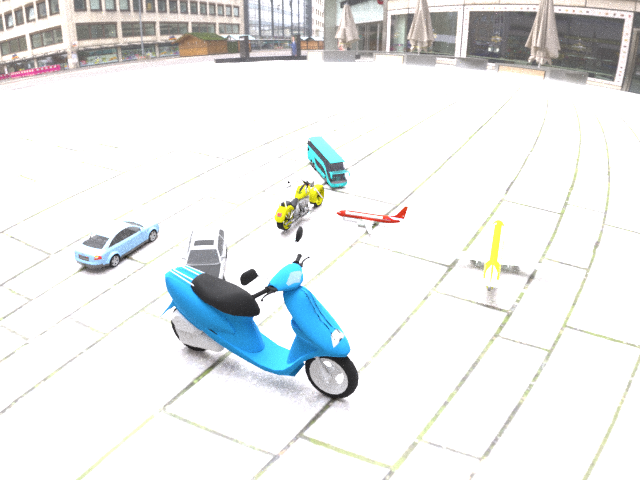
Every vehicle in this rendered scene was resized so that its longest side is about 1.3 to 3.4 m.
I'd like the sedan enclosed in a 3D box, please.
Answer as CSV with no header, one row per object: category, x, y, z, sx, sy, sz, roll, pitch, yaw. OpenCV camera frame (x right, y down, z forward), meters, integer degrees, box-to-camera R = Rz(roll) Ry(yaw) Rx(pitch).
sedan,-3.217,-0.050,11.192,0.635,0.483,1.613,13,31,23

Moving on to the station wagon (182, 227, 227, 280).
station wagon,-1.744,0.262,10.615,0.682,0.473,1.597,-2,28,-4

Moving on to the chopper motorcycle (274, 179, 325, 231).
chopper motorcycle,-0.326,-0.724,12.162,0.466,0.761,1.563,14,31,24

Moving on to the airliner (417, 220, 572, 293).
airliner,2.662,0.063,10.605,2.257,0.835,2.541,8,29,14

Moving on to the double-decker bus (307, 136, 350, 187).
double-decker bus,0.137,-1.558,13.964,0.389,0.541,1.672,-9,29,-16

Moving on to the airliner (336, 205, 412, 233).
airliner,0.892,-0.476,12.048,1.307,0.429,1.161,10,30,18

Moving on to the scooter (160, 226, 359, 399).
scooter,-0.778,0.810,8.188,2.721,1.786,1.288,14,31,24
